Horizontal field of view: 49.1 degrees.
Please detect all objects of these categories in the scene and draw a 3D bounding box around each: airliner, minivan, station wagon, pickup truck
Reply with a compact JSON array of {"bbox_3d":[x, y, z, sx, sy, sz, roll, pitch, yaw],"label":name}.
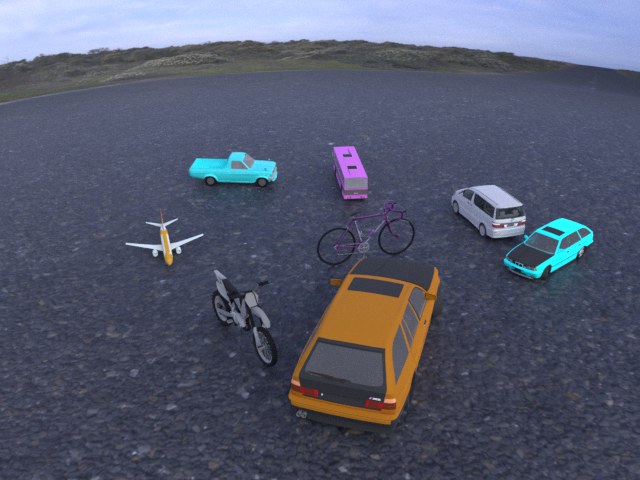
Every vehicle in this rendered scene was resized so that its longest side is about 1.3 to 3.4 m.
[{"bbox_3d":[-2.321,-0.037,10.493,1.161,0.429,1.307,-7,27,-14],"label":"airliner"},{"bbox_3d":[2.694,-0.550,11.316,0.681,0.616,1.548,-7,27,-14],"label":"minivan"},{"bbox_3d":[0.645,0.894,8.063,1.327,0.920,3.105,8,27,15],"label":"station wagon"},{"bbox_3d":[3.344,0.086,10.195,1.597,0.473,0.682,-22,34,-37],"label":"station wagon"},{"bbox_3d":[-1.606,-1.339,13.025,1.603,0.511,0.640,2,26,4],"label":"pickup truck"}]

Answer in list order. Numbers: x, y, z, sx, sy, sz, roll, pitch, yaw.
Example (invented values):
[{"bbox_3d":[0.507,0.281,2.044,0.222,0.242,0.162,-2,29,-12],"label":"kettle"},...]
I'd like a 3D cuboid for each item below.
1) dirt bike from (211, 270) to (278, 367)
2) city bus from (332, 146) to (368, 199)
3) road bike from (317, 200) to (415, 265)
[{"bbox_3d":[-0.907,0.852,8.220,0.527,0.857,1.493,-17,31,-31],"label":"dirt bike"},{"bbox_3d":[0.542,-1.231,12.863,0.476,0.460,1.674,-3,27,-5],"label":"city bus"},{"bbox_3d":[0.683,-0.093,10.130,1.545,0.852,0.358,-9,28,-18],"label":"road bike"}]
